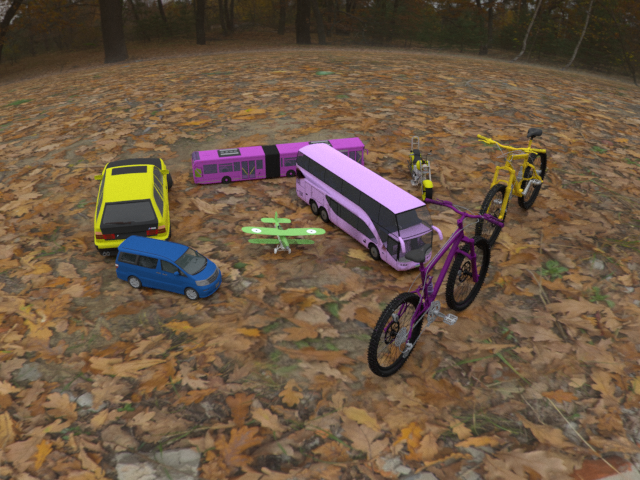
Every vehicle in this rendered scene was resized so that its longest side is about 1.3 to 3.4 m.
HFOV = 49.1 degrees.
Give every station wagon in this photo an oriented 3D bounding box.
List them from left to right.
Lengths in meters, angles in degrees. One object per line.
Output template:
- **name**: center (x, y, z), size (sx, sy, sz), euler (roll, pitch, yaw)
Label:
- **station wagon**: center (-3.226, -0.820, 12.084), size (1.327, 0.920, 3.105), euler (-6, 30, -10)

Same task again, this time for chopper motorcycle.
- **chopper motorcycle**: center (1.901, -1.338, 13.147), size (0.466, 0.761, 1.563), euler (-2, 30, -4)

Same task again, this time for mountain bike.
- **mountain bike**: center (1.497, 0.549, 8.924), size (1.114, 1.688, 2.857), euler (22, 37, 33)
- **mountain bike**: center (3.241, -0.984, 11.599), size (1.114, 1.688, 2.857), euler (19, 35, 30)

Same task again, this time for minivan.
- **minivan**: center (-2.219, 0.387, 10.285), size (1.548, 0.616, 0.681), euler (10, 31, 16)

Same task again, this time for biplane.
- **biplane**: center (-0.604, -0.105, 11.254), size (1.336, 0.504, 1.090), euler (-7, 31, -12)

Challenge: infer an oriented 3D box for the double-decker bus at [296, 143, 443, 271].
- **double-decker bus**: center (0.670, -0.589, 11.548), size (0.756, 1.052, 3.251), euler (-17, 34, -27)

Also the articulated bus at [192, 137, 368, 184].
- **articulated bus**: center (-0.775, -1.558, 13.731), size (3.401, 0.561, 0.605), euler (-7, 30, -11)
